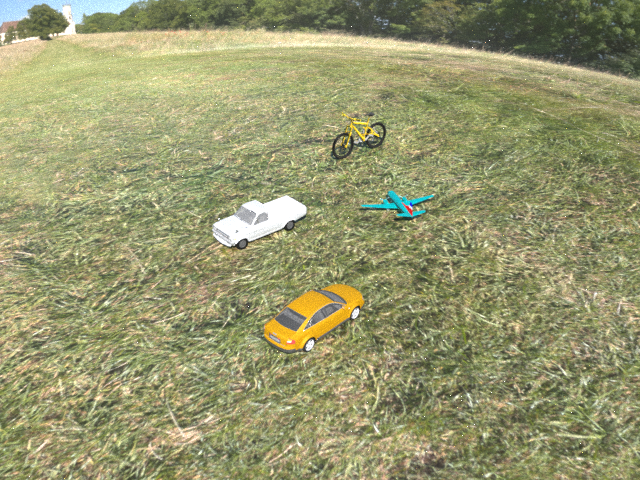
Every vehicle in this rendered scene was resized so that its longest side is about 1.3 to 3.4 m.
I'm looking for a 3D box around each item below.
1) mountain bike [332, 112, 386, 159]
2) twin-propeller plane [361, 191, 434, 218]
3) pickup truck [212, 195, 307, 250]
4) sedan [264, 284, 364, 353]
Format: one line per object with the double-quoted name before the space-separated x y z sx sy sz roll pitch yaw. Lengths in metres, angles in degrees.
"mountain bike" 0.819 -2.190 14.377 1.469 0.868 0.573 -22 37 -33
"twin-propeller plane" 1.401 -0.674 12.236 1.370 0.407 1.095 -9 31 -15
"pickup truck" -0.991 -0.365 11.603 1.603 0.511 0.640 -23 37 -34
"sedan" -0.046 0.960 9.360 0.635 0.483 1.613 25 38 36
